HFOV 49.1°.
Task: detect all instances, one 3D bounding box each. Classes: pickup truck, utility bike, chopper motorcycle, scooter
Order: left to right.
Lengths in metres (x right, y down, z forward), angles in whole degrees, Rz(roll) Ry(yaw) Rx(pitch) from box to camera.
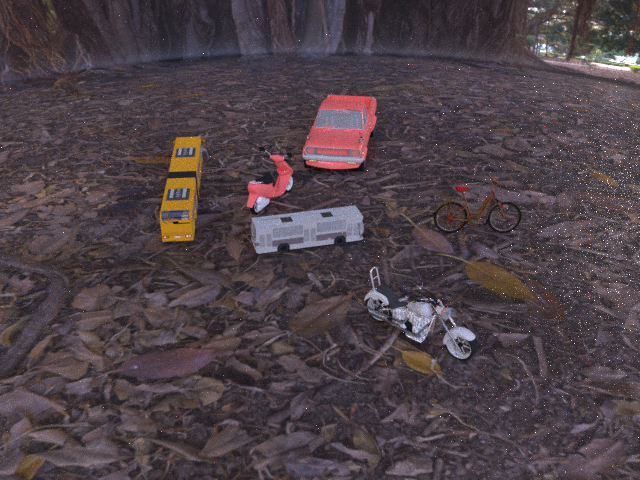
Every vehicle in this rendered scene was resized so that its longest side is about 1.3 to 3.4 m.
[{"bbox_3d":[-0.825,-1.042,11.852,0.662,0.919,1.399,15,32,25],"label":"scooter"},{"bbox_3d":[0.459,-2.326,14.127,1.244,0.993,3.117,4,29,8],"label":"pickup truck"},{"bbox_3d":[1.202,0.885,8.486,1.563,0.761,0.466,21,35,33],"label":"chopper motorcycle"},{"bbox_3d":[2.446,-0.562,10.944,1.435,0.946,0.535,0,29,0],"label":"utility bike"}]

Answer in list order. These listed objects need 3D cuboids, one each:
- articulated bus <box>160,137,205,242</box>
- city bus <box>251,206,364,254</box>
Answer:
[{"bbox_3d":[-2.347,-0.970,12.093,0.605,0.561,3.401,-3,29,-5],"label":"articulated bus"},{"bbox_3d":[-0.192,-0.144,10.686,1.674,0.460,0.476,-7,29,-13],"label":"city bus"}]
